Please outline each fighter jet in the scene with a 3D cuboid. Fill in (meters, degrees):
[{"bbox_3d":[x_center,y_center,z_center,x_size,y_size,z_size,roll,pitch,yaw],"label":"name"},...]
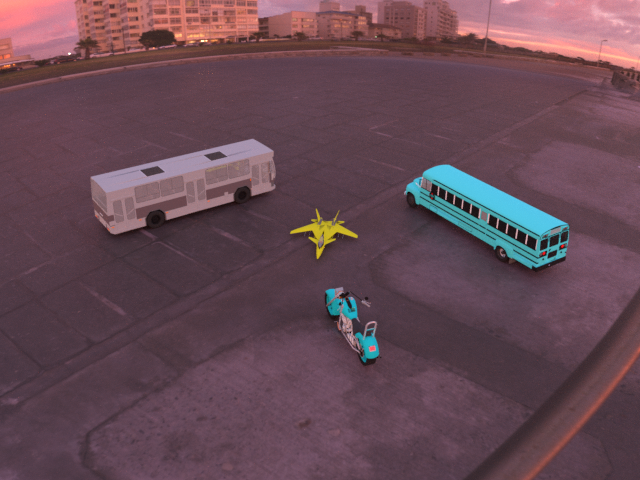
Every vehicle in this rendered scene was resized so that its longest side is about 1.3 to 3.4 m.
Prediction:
[{"bbox_3d":[0.051,-0.104,11.749,1.147,0.286,1.358,4,29,7],"label":"fighter jet"}]

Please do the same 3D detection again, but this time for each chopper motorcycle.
[{"bbox_3d":[0.393,1.006,9.271,0.466,0.761,1.563,-10,31,-18],"label":"chopper motorcycle"}]

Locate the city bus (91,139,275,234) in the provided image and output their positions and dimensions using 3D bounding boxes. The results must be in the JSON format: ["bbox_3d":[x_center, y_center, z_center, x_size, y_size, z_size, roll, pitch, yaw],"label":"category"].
[{"bbox_3d":[-2.396,-0.980,12.697,3.255,0.894,0.926,-19,34,-30],"label":"city bus"}]

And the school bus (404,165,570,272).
[{"bbox_3d":[2.676,-0.498,11.885,0.709,0.844,3.322,-17,33,-28],"label":"school bus"}]
